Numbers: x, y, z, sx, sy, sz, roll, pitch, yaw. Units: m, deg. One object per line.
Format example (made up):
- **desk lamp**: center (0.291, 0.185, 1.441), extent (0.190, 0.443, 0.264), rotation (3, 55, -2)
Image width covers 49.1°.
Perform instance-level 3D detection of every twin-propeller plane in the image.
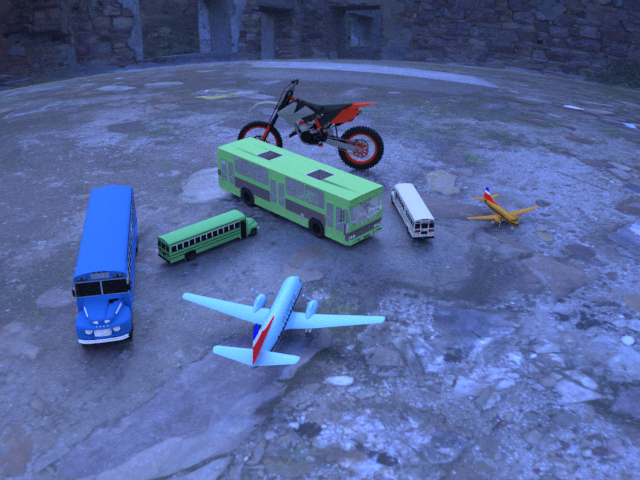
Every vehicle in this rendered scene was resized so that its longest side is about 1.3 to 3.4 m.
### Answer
- **twin-propeller plane**: center (-0.534, 0.892, 8.746), extent (2.663, 0.792, 2.129), rotation (6, 29, 11)
- **twin-propeller plane**: center (3.048, -0.532, 11.813), extent (1.370, 0.407, 1.095), rotation (-9, 30, -17)

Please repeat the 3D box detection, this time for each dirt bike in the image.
- **dirt bike**: center (-0.198, -2.173, 13.543), extent (2.903, 1.666, 1.024), rotation (3, 28, 6)

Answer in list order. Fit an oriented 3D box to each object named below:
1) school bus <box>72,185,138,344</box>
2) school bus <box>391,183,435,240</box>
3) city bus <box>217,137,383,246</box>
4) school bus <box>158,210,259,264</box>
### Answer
- **school bus**: center (-2.982, 0.254, 9.881), extent (0.709, 0.844, 3.322), rotation (-6, 29, -10)
- **school bus**: center (1.535, -0.531, 11.781), extent (0.365, 0.434, 1.708), rotation (-4, 28, -7)
- **city bus**: center (-0.422, -0.860, 11.908), extent (3.255, 0.894, 0.926), rotation (25, 37, 38)
- **school bus**: center (-1.707, -0.087, 10.952), extent (1.708, 0.434, 0.365), rotation (-23, 36, -36)
